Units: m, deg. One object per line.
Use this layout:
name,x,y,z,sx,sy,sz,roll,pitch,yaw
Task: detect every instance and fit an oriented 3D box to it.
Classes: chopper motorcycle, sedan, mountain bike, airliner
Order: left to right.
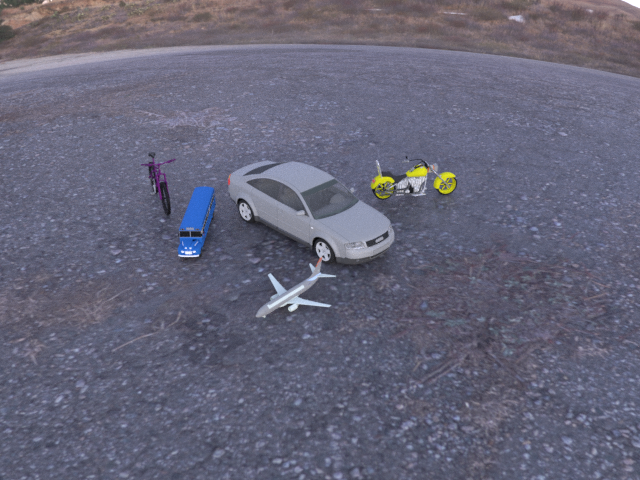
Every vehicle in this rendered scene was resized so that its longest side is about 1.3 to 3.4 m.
mountain bike,-2.763,-1.034,11.938,0.573,0.868,1.469,-12,32,-20
airliner,-0.393,0.651,9.450,1.161,0.429,1.307,25,38,36
sedan,-0.196,-0.586,11.087,1.235,0.940,3.137,-26,39,-37
chopper motorcycle,1.644,-1.087,12.137,1.563,0.761,0.466,-7,31,-11

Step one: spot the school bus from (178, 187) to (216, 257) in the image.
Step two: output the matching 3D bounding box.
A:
school bus,-1.945,-0.292,11.082,0.365,0.434,1.708,0,30,1
